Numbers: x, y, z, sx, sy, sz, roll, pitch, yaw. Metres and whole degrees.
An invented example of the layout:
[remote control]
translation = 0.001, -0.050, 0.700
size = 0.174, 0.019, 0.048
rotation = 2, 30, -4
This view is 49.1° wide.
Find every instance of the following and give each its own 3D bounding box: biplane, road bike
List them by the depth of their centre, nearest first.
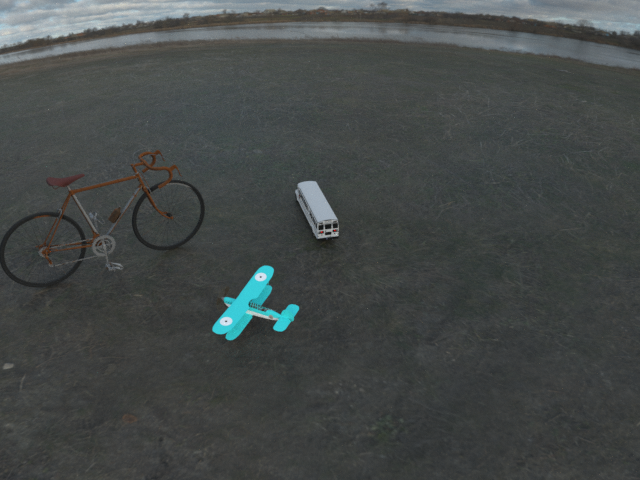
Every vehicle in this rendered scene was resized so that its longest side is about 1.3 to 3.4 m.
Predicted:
[biplane]
translation = -0.828, 0.912, 9.047
size = 1.090, 0.504, 1.336
rotation = 14, 33, 22
[road bike]
translation = -3.049, -0.324, 10.010
size = 3.004, 1.656, 0.696
rotation = -18, 35, -28

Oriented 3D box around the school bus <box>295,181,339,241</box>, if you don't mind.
[school bus]
translation = -0.081, -0.537, 11.573
size = 0.365, 0.434, 1.708
rotation = -7, 31, -12
